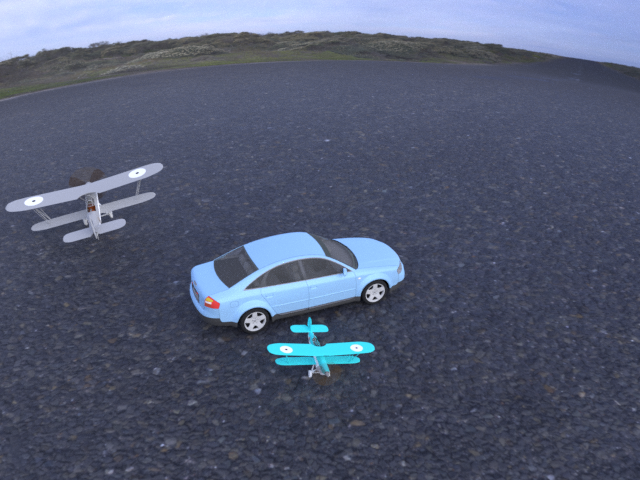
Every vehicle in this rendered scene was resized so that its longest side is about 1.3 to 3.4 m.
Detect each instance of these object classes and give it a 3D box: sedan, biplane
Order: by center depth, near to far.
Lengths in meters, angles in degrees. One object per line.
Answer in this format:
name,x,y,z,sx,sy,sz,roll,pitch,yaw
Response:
biplane,-0.015,1.363,8.722,1.336,0.504,1.090,-7,30,-12
sedan,-0.276,0.434,9.959,3.137,0.940,1.235,-11,31,-20
biplane,-3.826,-0.506,11.626,2.598,0.981,2.120,-9,30,-16
